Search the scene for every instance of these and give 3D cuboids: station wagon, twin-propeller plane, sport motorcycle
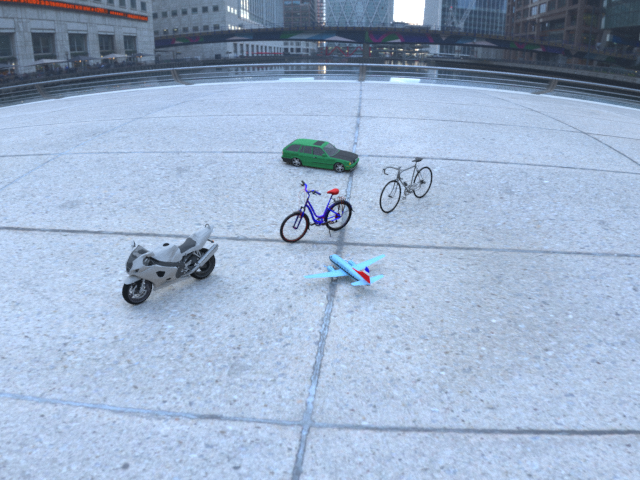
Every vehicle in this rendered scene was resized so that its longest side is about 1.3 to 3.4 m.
[{"bbox_3d":[0.017,-1.772,14.436,1.597,0.473,0.682,10,28,20],"label":"station wagon"},{"bbox_3d":[0.420,0.384,10.047,1.370,0.407,1.095,-14,29,-27],"label":"twin-propeller plane"},{"bbox_3d":[-2.073,0.327,9.690,1.520,0.821,0.506,-23,34,-39],"label":"sport motorcycle"}]

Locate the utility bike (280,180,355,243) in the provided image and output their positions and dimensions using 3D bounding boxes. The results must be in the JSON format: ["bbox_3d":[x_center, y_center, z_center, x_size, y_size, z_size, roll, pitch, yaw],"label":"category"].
[{"bbox_3d":[0.002,-0.465,11.186,1.435,0.946,0.535,-16,30,-30],"label":"utility bike"}]

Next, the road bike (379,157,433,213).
[{"bbox_3d":[1.553,-1.018,12.441,0.358,0.852,1.545,22,34,38],"label":"road bike"}]
